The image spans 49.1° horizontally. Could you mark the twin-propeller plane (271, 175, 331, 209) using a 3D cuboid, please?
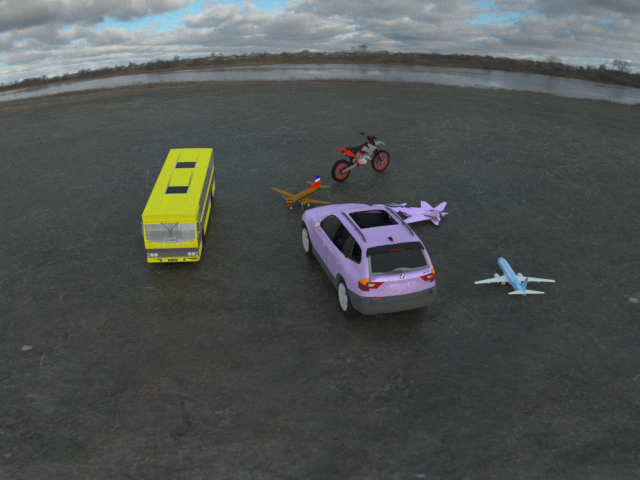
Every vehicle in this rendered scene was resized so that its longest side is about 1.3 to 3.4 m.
[{"bbox_3d":[-0.303,-0.886,13.012,1.370,0.407,1.095,17,30,32],"label":"twin-propeller plane"}]

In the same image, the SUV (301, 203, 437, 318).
[{"bbox_3d":[0.626,0.041,10.171,1.276,1.128,3.058,-7,26,-15],"label":"SUV"}]

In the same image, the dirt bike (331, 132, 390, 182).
[{"bbox_3d":[0.840,-1.692,14.205,1.493,0.857,0.527,-17,30,-32],"label":"dirt bike"}]

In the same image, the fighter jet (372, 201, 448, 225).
[{"bbox_3d":[1.559,-0.583,12.503,1.358,0.286,1.147,12,28,24],"label":"fighter jet"}]

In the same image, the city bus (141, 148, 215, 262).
[{"bbox_3d":[-2.324,-0.649,11.926,0.926,0.894,3.255,-1,25,-3],"label":"city bus"}]

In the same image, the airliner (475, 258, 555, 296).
[{"bbox_3d":[2.783,0.452,10.117,1.161,0.429,1.307,-1,25,-2],"label":"airliner"}]
